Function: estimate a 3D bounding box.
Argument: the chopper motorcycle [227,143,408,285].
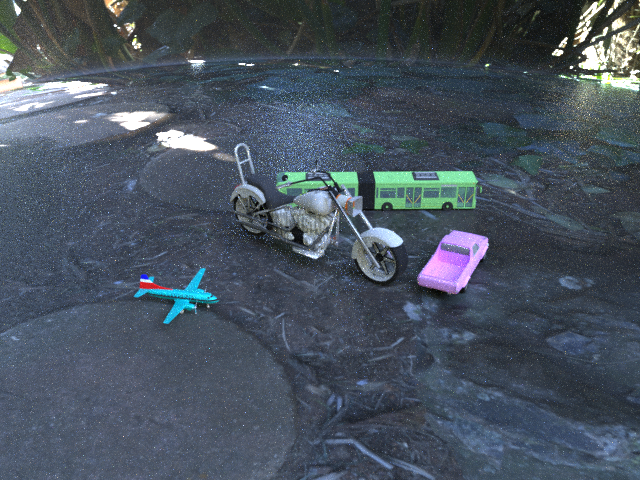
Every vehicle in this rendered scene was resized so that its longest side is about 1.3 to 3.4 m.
[{"bbox_3d":[-0.099,-0.405,10.047,3.040,1.480,0.906,19,33,31],"label":"chopper motorcycle"}]

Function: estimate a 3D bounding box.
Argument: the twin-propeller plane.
[{"bbox_3d":[-1.849,0.672,9.152,1.095,0.407,1.370,5,28,10],"label":"twin-propeller plane"}]

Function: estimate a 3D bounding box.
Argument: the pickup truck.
[{"bbox_3d":[1.894,0.258,9.828,0.640,0.511,1.603,13,30,23],"label":"pickup truck"}]

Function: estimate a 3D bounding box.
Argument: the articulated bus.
[{"bbox_3d":[0.962,-0.835,11.853,3.401,0.561,0.605,0,28,-1],"label":"articulated bus"}]
